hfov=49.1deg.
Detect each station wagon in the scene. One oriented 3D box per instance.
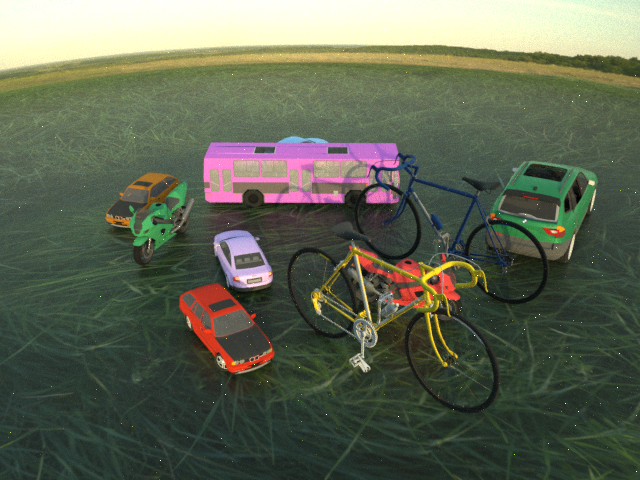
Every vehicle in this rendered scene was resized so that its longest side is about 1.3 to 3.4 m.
[{"bbox_3d":[-1.134,0.987,8.322,0.682,0.473,1.597,-16,31,-28],"label":"station wagon"},{"bbox_3d":[-2.934,-0.707,11.631,0.682,0.473,1.597,8,28,15],"label":"station wagon"}]

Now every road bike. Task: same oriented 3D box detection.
[{"bbox_3d":[0.667,0.708,7.570,0.696,1.656,3.004,-24,36,-39],"label":"road bike"},{"bbox_3d":[1.661,-0.208,9.358,3.004,1.656,0.696,21,34,35],"label":"road bike"}]

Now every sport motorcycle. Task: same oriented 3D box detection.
[{"bbox_3d":[-2.345,-0.258,10.372,0.506,0.821,1.520,9,28,17],"label":"sport motorcycle"},{"bbox_3d":[1.060,0.542,8.810,1.520,0.821,0.506,12,30,23],"label":"sport motorcycle"}]

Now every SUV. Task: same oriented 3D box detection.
[{"bbox_3d":[3.499,-0.670,10.841,1.276,1.128,3.058,14,30,25],"label":"SUV"}]

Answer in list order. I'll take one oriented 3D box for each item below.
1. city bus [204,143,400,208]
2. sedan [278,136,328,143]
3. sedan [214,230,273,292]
[{"bbox_3d":[-0.299,-1.110,11.957,3.255,0.894,0.926,0,27,1],"label":"city bus"},{"bbox_3d":[-0.445,-1.765,13.687,0.635,0.483,1.613,21,34,35],"label":"sedan"},{"bbox_3d":[-1.106,0.203,9.843,0.635,0.483,1.613,-9,28,-16],"label":"sedan"}]
